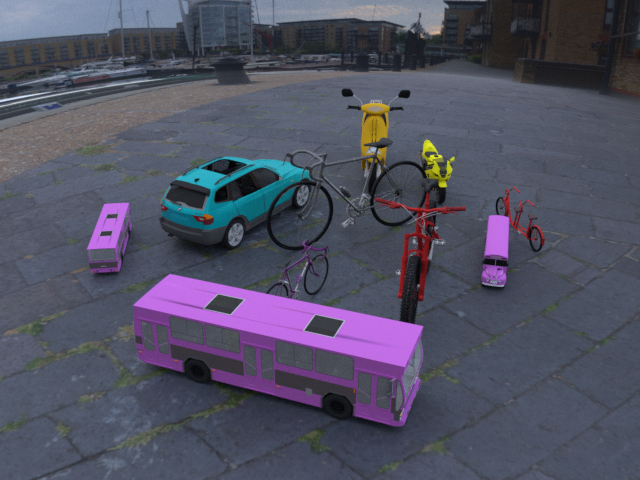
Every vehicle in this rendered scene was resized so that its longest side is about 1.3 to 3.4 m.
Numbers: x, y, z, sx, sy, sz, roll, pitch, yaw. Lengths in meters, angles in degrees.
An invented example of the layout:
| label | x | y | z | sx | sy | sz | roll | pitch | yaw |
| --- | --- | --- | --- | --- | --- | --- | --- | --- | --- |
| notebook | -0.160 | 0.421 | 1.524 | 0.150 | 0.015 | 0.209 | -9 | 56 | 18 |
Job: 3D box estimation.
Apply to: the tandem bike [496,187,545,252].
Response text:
| label | x | y | z | sx | sy | sz | roll | pitch | yaw |
| --- | --- | --- | --- | --- | --- | --- | --- | --- | --- |
| tandem bike | 3.259 | -0.395 | 11.445 | 0.283 | 0.682 | 1.642 | -6 | 27 | -11 |

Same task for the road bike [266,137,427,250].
| label | x | y | z | sx | sy | sz | roll | pitch | yaw |
| --- | --- | --- | --- | --- | --- | --- | --- | --- | --- |
| road bike | 0.511 | -0.789 | 11.144 | 3.004 | 1.656 | 0.696 | -14 | 30 | -25 |

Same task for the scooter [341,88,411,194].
| label | x | y | z | sx | sy | sz | roll | pitch | yaw |
| --- | --- | --- | --- | --- | --- | --- | --- | --- | --- |
| scooter | 1.068 | -2.145 | 13.687 | 1.288 | 1.786 | 2.721 | 2 | 27 | 5 |

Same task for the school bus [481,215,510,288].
| label | x | y | z | sx | sy | sz | roll | pitch | yaw |
| --- | --- | --- | --- | --- | --- | --- | --- | --- | --- |
| school bus | 2.671 | 0.160 | 10.620 | 0.365 | 0.434 | 1.708 | 7 | 28 | 13 |

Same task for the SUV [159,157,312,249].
| label | x | y | z | sx | sy | sz | roll | pitch | yaw |
| --- | --- | --- | --- | --- | --- | --- | --- | --- | --- |
| SUV | -1.346 | -0.853 | 11.856 | 1.276 | 1.128 | 3.058 | 16 | 31 | 29 |

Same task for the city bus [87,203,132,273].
| label | x | y | z | sx | sy | sz | roll | pitch | yaw |
| --- | --- | --- | --- | --- | --- | --- | --- | --- | --- |
| city bus | -3.273 | -0.037 | 10.982 | 0.476 | 0.460 | 1.674 | -3 | 27 | -6 |

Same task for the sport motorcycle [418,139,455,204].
| label | x | y | z | sx | sy | sz | roll | pitch | yaw |
| --- | --- | --- | --- | --- | --- | --- | --- | --- | --- |
| sport motorcycle | 2.138 | -1.289 | 13.062 | 0.506 | 0.821 | 1.520 | -2 | 27 | -4 |

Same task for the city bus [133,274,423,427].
| label | x | y | z | sx | sy | sz | roll | pitch | yaw |
| --- | --- | --- | --- | --- | --- | --- | --- | --- | --- |
| city bus | -0.510 | 1.232 | 7.986 | 3.255 | 0.894 | 0.926 | 10 | 28 | 19 |

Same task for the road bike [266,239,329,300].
| label | x | y | z | sx | sy | sz | roll | pitch | yaw |
| --- | --- | --- | --- | --- | --- | --- | --- | --- | --- |
| road bike | -0.320 | 0.548 | 9.388 | 0.358 | 0.852 | 1.545 | 17 | 31 | 30 |

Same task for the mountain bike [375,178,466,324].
| label | x | y | z | sx | sy | sz | roll | pitch | yaw |
| --- | --- | --- | --- | --- | --- | --- | --- | --- | --- |
| mountain bike | 1.355 | 0.075 | 9.396 | 1.114 | 1.688 | 2.857 | 7 | 28 | 13 |
